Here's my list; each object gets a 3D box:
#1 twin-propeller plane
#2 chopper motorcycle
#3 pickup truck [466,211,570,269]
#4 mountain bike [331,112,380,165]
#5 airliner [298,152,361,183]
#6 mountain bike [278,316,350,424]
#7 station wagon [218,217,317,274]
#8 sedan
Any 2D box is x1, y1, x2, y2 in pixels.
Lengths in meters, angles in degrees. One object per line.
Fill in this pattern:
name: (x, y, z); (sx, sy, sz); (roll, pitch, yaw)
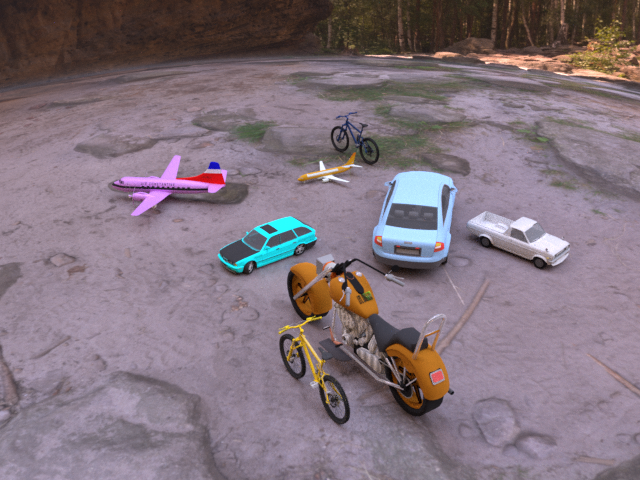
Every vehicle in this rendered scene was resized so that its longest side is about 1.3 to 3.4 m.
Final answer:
twin-propeller plane: (-2.765, -1.082, 12.702); (2.129, 0.792, 2.663); (3, 29, 5)
chopper motorcycle: (0.461, 0.858, 8.444); (0.906, 1.480, 3.040); (-17, 33, -28)
pickup truck: (3.147, -0.077, 11.159); (1.603, 0.511, 0.640); (25, 38, 38)
mountain bike: (0.715, -2.119, 14.514); (0.573, 0.868, 1.469); (-22, 35, -34)
airliner: (0.148, -1.403, 13.664); (1.307, 0.429, 1.161); (-14, 32, -24)
mountain bike: (-0.085, 1.445, 8.008); (0.573, 0.868, 1.469); (-17, 33, -28)
station wagon: (-0.825, 0.040, 10.983); (1.597, 0.473, 0.682); (-20, 35, -32)
sedan: (1.611, -0.538, 11.555); (1.235, 0.940, 3.137); (6, 29, 11)
